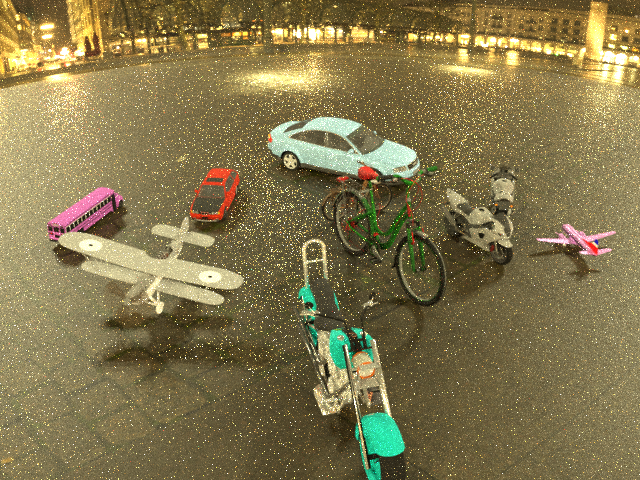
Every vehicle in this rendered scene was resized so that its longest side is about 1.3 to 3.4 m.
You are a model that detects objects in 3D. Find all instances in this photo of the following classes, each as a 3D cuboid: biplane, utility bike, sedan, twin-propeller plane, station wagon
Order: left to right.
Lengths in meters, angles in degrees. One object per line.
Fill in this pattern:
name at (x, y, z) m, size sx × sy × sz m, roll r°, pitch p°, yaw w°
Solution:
biplane at (-2.227, 0.359, 9.890) m, size 2.598 × 0.981 × 2.120 m, roll 6°, pitch 30°, yaw 11°
station wagon at (-1.880, -0.853, 12.570) m, size 0.682 × 0.473 × 1.597 m, roll 3°, pitch 29°, yaw 5°
sedan at (0.453, -1.839, 13.851) m, size 3.137 × 0.940 × 1.235 m, roll 15°, pitch 32°, yaw 24°
utility bike at (0.607, -0.858, 12.095) m, size 1.435 × 0.946 × 0.535 m, roll -13°, pitch 32°, yaw -22°
utility bike at (1.017, -0.316, 10.217) m, size 1.039 × 1.839 × 2.791 m, roll -17°, pitch 34°, yaw -28°
twin-propeller plane at (4.156, -0.048, 11.202) m, size 1.370 × 0.407 × 1.095 m, roll -5°, pitch 30°, yaw -9°

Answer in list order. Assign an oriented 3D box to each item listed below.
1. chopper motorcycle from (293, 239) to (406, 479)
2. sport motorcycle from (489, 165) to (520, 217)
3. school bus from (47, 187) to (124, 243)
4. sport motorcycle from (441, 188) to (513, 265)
chopper motorcycle at (0.286, 1.276, 7.747) m, size 0.906 × 1.480 × 3.040 m, roll -8°, pitch 30°, yaw -14°
sport motorcycle at (3.119, -0.725, 11.986) m, size 0.506 × 0.821 × 1.520 m, roll 6°, pitch 30°, yaw 11°
school bus at (-3.945, -0.468, 11.924) m, size 0.365 × 0.434 × 1.708 m, roll 9°, pitch 31°, yaw 16°
sport motorcycle at (2.500, -0.219, 11.084) m, size 0.506 × 0.821 × 1.520 m, roll -17°, pitch 34°, yaw -28°
